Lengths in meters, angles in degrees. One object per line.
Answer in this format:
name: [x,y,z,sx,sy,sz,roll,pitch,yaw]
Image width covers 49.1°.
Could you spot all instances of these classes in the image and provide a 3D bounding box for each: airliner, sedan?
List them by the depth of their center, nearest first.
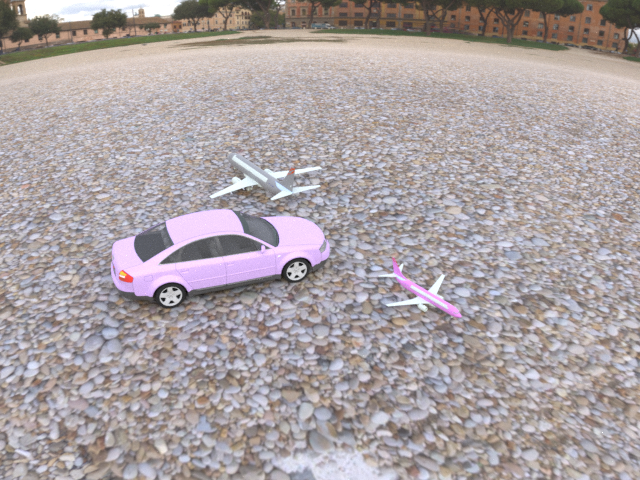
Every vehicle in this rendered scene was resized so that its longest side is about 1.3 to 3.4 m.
airliner: [1.427,0.660,9.545,1.161,0.429,1.307,-23,37,-35]
sedan: [-1.384,0.106,10.000,3.137,0.940,1.235,-10,31,-18]
airliner: [-1.087,-1.316,12.592,2.257,0.835,2.541,-18,34,-29]
